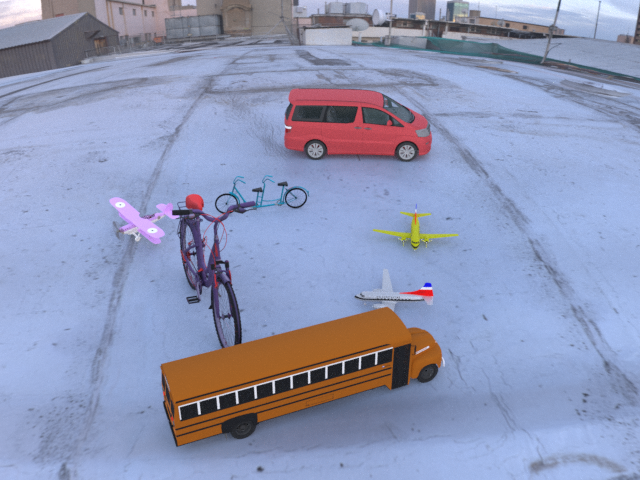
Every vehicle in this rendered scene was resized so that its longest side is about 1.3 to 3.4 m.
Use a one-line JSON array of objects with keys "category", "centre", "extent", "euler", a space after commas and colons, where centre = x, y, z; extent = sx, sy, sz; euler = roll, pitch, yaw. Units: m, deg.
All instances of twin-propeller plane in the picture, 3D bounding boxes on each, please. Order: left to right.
[{"category": "twin-propeller plane", "centre": [1.021, 0.746, 9.680], "extent": [1.095, 0.407, 1.370], "euler": [2, 30, 3]}, {"category": "twin-propeller plane", "centre": [1.541, -0.196, 11.290], "extent": [1.370, 0.407, 1.095], "euler": [3, 31, 6]}]

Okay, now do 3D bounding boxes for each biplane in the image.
[{"category": "biplane", "centre": [-2.824, -0.303, 11.377], "extent": [1.336, 0.504, 1.090], "euler": [26, 39, 37]}]

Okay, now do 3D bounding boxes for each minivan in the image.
[{"category": "minivan", "centre": [0.780, -2.384, 14.249], "extent": [3.011, 1.197, 1.324], "euler": [1, 30, 2]}]

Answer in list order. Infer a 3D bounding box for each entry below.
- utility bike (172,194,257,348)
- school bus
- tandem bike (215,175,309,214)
[{"category": "utility bike", "centre": [-1.425, 0.186, 9.220], "extent": [1.039, 1.839, 2.791], "euler": [-13, 33, -21]}, {"category": "school bus", "centre": [-0.099, 1.473, 8.005], "extent": [3.322, 0.844, 0.709], "euler": [-12, 32, -19]}, {"category": "tandem bike", "centre": [-0.993, -0.798, 12.047], "extent": [1.642, 0.682, 0.283], "euler": [-6, 31, -9]}]
